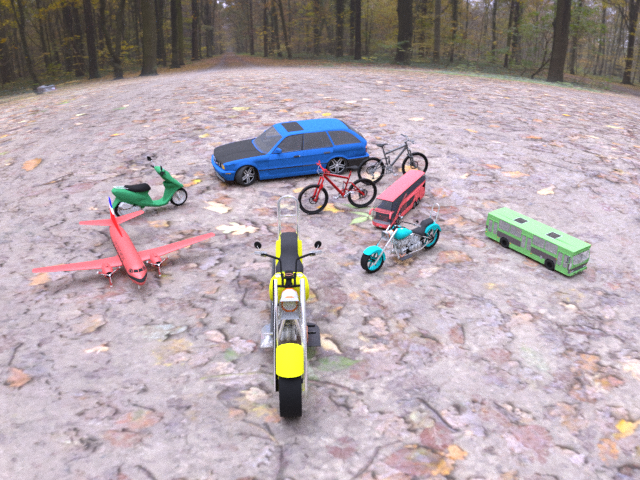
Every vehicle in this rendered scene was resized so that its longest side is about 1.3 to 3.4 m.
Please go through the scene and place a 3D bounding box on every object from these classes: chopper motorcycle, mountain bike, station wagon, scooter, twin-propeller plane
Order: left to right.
[{"bbox_3d":[-2.914,0.041,10.436,2.663,0.792,2.129,-12,30,-23],"label":"twin-propeller plane"},{"bbox_3d":[-2.977,-0.905,12.154,1.399,0.919,0.662,-17,31,-29],"label":"scooter"},{"bbox_3d":[-0.373,0.681,8.423,0.906,1.480,3.040,-1,27,-2],"label":"chopper motorcycle"},{"bbox_3d":[-0.616,-1.823,13.954,3.105,0.920,1.327,-8,28,-16],"label":"station wagon"},{"bbox_3d":[0.314,-0.908,12.215,1.469,0.868,0.573,-8,28,-16],"label":"mountain bike"},{"bbox_3d":[1.411,-1.513,13.402,1.469,0.868,0.573,-8,28,-16],"label":"mountain bike"},{"bbox_3d":[1.251,-0.038,10.625,1.563,0.761,0.466,-19,33,-33],"label":"chopper motorcycle"}]

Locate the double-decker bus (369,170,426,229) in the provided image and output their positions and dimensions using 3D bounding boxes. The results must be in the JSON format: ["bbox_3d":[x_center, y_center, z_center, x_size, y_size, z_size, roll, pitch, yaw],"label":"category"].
[{"bbox_3d":[1.384,-0.709,12.184,0.389,0.541,1.672,14,30,25],"label":"double-decker bus"}]

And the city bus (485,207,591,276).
[{"bbox_3d":[3.332,0.021,10.842,0.476,0.460,1.674,-18,32,-31],"label":"city bus"}]
